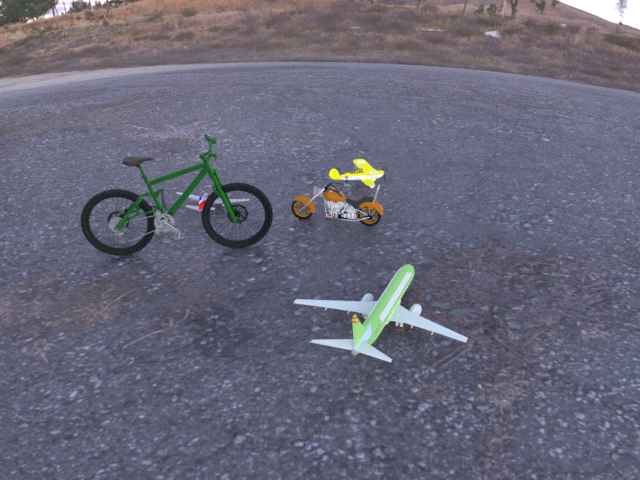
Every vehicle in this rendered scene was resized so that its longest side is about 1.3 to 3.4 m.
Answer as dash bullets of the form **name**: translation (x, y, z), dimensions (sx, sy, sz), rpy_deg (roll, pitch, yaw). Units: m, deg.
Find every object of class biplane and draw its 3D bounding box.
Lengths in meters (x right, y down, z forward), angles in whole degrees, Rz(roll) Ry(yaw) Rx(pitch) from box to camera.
- **biplane**: translation (0.702, -1.205, 12.931), dimensions (1.090, 0.504, 1.336), rpy_deg (-5, 28, -10)

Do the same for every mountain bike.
- **mountain bike**: translation (-2.137, -0.573, 10.439), dimensions (2.857, 1.688, 1.114), rpy_deg (-4, 28, -7)

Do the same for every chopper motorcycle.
- **chopper motorcycle**: translation (0.281, -0.633, 11.557), dimensions (1.563, 0.761, 0.466), rpy_deg (8, 29, 15)

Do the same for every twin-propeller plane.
- **twin-propeller plane**: translation (-1.898, -0.751, 12.166), dimensions (1.370, 0.407, 1.095), rpy_deg (6, 28, 12)

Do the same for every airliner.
- **airliner**: translation (0.824, 0.710, 8.900), dimensions (2.257, 0.835, 2.541), rpy_deg (11, 29, 20)
